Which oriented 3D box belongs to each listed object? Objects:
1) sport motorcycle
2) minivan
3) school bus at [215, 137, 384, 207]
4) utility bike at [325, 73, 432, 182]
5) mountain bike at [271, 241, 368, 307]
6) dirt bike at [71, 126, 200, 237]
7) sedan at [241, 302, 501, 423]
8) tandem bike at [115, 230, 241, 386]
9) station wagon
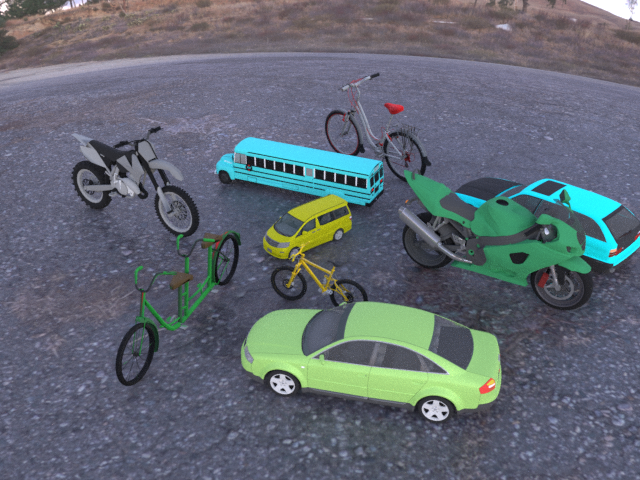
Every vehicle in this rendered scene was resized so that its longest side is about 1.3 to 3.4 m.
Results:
[{"bbox_3d":[2.484,-0.027,10.065,2.955,1.596,0.983,18,34,29],"label":"sport motorcycle"},{"bbox_3d":[-0.205,-0.223,11.406,1.548,0.616,0.681,-23,37,-34],"label":"minivan"},{"bbox_3d":[-0.466,-1.296,13.069,3.322,0.844,0.709,13,32,22],"label":"school bus"},{"bbox_3d":[1.009,-2.176,13.611,1.039,1.839,2.791,-26,38,-37],"label":"utility bike"},{"bbox_3d":[-0.025,0.566,9.757,1.469,0.868,0.573,12,32,19],"label":"mountain bike"},{"bbox_3d":[-3.195,-1.050,11.800,2.903,1.666,1.024,17,34,27],"label":"dirt bike"},{"bbox_3d":[0.581,1.301,8.387,3.137,0.940,1.235,7,30,12],"label":"sedan"},{"bbox_3d":[-1.783,0.582,9.264,0.550,1.326,3.192,10,31,18],"label":"tandem bike"},{"bbox_3d":[3.642,-0.478,11.546,1.327,0.920,3.105,-26,39,-38],"label":"station wagon"}]
